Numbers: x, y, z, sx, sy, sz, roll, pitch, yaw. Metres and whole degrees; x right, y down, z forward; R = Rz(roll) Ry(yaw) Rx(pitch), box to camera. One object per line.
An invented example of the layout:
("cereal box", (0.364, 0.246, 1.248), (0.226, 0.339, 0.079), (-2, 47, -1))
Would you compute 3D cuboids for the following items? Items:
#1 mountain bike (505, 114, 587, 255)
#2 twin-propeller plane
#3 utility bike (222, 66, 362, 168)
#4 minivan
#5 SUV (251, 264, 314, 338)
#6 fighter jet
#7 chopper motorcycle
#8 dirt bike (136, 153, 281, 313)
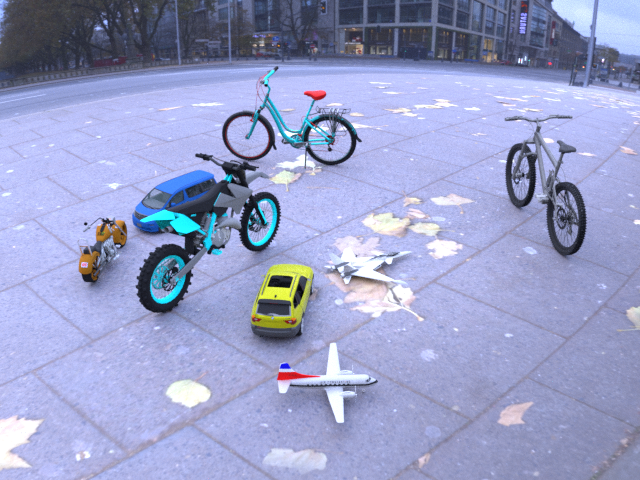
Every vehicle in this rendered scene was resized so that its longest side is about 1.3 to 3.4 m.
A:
("mountain bike", (3.526, -0.979, 11.006), (1.114, 1.688, 2.857), (-3, 27, -6))
("twin-propeller plane", (0.083, 1.479, 7.523), (1.095, 0.407, 1.370), (-1, 27, -2))
("utility bike", (-0.581, -2.299, 13.475), (2.791, 1.839, 1.039), (4, 27, 7))
("minivan", (-2.373, -0.648, 11.542), (0.681, 0.616, 1.548), (20, 33, 34))
("SUV", (-0.463, 0.675, 8.937), (0.656, 0.580, 1.572), (3, 27, 6))
("fighter jet", (0.790, 0.255, 10.106), (1.358, 0.286, 1.147), (-15, 30, -27))
("chopper motorcycle", (-3.107, 0.005, 10.075), (0.466, 0.761, 1.563), (2, 27, 4))
("dirt bike", (-1.440, -0.226, 9.526), (1.024, 1.666, 2.903), (16, 31, 29))
